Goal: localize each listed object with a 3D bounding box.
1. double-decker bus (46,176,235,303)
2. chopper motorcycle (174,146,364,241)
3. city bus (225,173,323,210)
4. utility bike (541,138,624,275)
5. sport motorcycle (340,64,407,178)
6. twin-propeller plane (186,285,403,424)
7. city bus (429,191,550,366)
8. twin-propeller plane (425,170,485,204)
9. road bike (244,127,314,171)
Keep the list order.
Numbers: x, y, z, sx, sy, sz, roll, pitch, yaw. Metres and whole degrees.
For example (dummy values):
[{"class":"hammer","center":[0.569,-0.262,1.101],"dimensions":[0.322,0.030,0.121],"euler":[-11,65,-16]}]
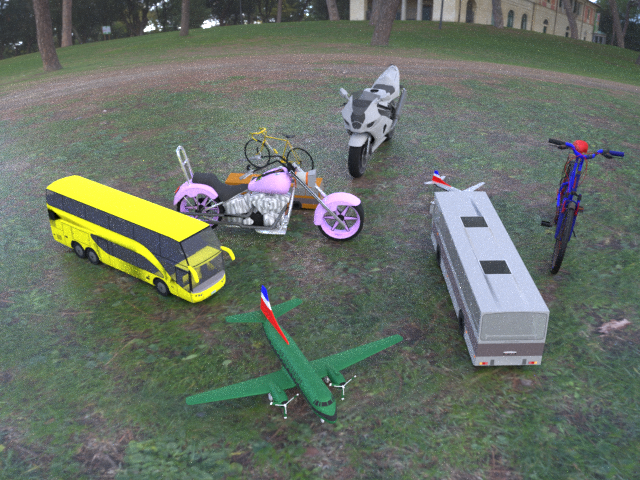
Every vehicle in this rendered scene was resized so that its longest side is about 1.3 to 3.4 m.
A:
[{"class":"double-decker bus","center":[-2.712,-0.041,10.208],"dimensions":[3.251,1.052,0.756],"euler":[19,34,30]},{"class":"chopper motorcycle","center":[-0.817,-0.724,10.993],"dimensions":[3.040,1.480,0.906],"euler":[3,29,5]},{"class":"city bus","center":[-0.794,-0.842,12.252],"dimensions":[1.674,0.460,0.476],"euler":[4,29,7]},{"class":"utility bike","center":[3.886,-0.734,10.642],"dimensions":[1.039,1.839,2.791],"euler":[9,30,16]},{"class":"sport motorcycle","center":[1.075,-2.404,13.884],"dimensions":[0.983,1.596,2.955],"euler":[10,31,17]},{"class":"twin-propeller plane","center":[-0.302,1.308,8.056],"dimensions":[2.663,0.792,2.129],"euler":[-13,32,-22]},{"class":"city bus","center":[2.181,0.425,9.534],"dimensions":[0.926,0.894,3.255],"euler":[-1,29,-1]},{"class":"twin-propeller plane","center":[2.387,-0.901,12.411],"dimensions":[1.370,0.407,1.095],"euler":[-21,35,-33]},{"class":"road bike","center":[-0.799,-1.678,13.349],"dimensions":[1.545,0.852,0.358],"euler":[14,32,24]}]
